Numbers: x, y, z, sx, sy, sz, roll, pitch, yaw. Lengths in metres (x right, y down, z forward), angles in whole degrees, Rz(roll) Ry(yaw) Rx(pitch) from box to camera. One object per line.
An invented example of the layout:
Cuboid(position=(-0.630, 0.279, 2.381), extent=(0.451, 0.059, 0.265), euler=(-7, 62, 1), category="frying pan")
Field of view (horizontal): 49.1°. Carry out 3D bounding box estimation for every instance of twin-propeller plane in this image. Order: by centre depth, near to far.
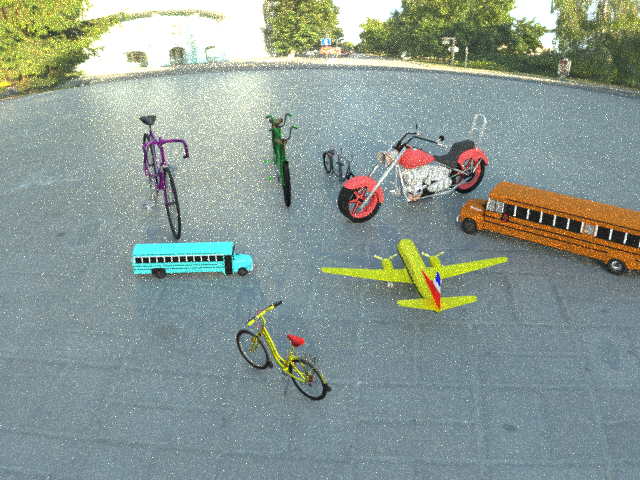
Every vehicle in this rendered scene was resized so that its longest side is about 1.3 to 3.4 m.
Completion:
Cuboid(position=(1.363, 0.371, 9.617), extent=(2.663, 0.792, 2.129), euler=(-3, 27, -6), category="twin-propeller plane")

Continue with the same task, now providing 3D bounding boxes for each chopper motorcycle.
Cuboid(position=(1.670, -1.257, 12.086), extent=(3.040, 1.480, 0.906), euler=(-14, 30, -26), category="chopper motorcycle")

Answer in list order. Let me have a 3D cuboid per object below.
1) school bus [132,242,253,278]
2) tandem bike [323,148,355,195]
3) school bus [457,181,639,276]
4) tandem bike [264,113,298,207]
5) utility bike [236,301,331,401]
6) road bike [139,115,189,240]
Cuboid(position=(-1.837, 0.278, 10.199), extent=(1.708, 0.434, 0.365), euler=(-1, 27, -3), category="school bus")
Cuboid(position=(0.368, -1.404, 13.265), extent=(0.283, 0.682, 1.642), euler=(-10, 28, -19), category="tandem bike")
Cuboid(position=(3.728, -0.229, 10.749), extent=(3.322, 0.844, 0.709), euler=(18, 32, 31), category="school bus")
Cuboid(position=(-0.748, -1.734, 13.204), extent=(0.550, 1.326, 3.192), euler=(-4, 27, -7), category="tandem bike")
Cuboid(position=(-0.469, 1.237, 7.725), extent=(1.435, 0.946, 0.535), euler=(21, 33, 35), category="utility bike")
Cuboid(position=(-2.702, -1.184, 11.745), extent=(0.696, 1.656, 3.004), euler=(-10, 29, -20), category="road bike")
